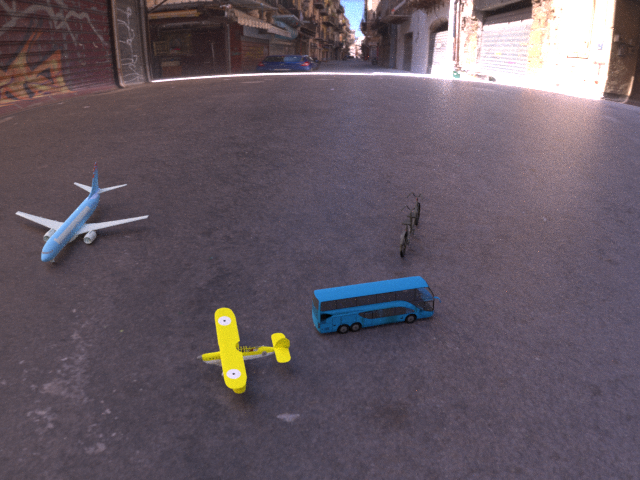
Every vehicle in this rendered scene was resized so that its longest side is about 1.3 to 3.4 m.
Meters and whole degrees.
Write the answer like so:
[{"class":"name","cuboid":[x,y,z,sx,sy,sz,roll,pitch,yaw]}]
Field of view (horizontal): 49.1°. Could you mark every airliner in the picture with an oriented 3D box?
[{"class":"airliner","cuboid":[-4.019,-0.465,11.418,2.257,0.835,2.541,2,26,4]}]

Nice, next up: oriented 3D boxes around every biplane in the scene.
[{"class":"biplane","cuboid":[-0.884,1.333,8.168,1.090,0.504,1.336,-6,27,-12]}]

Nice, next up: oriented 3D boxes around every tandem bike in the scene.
[{"class":"tandem bike","cuboid":[1.462,-0.301,11.261,0.283,0.682,1.642,8,27,15]}]

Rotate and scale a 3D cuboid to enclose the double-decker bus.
[{"class":"double-decker bus","cuboid":[0.728,0.837,9.127,1.672,0.541,0.389,-7,27,-14]}]
